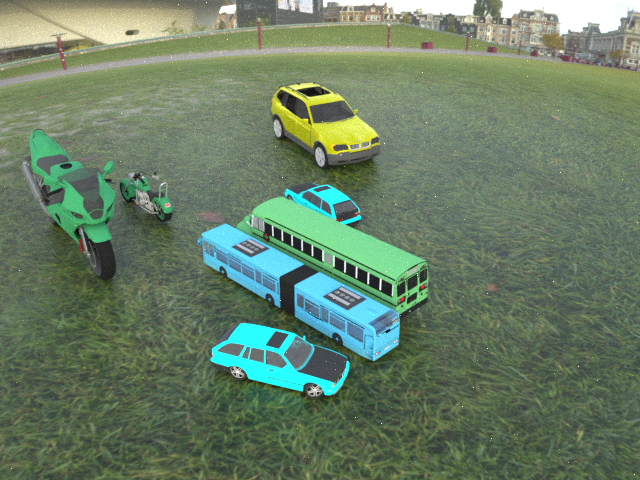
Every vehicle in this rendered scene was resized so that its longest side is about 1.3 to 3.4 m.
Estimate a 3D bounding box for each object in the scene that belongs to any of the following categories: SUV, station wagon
[{"bbox_3d":[0.042,-2.439,14.398,1.276,1.128,3.058,-15,32,-25],"label":"SUV"},{"bbox_3d":[0.015,-0.665,11.820,0.682,0.473,1.597,-18,33,-29],"label":"station wagon"},{"bbox_3d":[-0.455,1.349,8.113,1.597,0.473,0.682,10,30,18],"label":"station wagon"}]

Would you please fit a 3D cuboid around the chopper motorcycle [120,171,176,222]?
[{"bbox_3d":[-2.967,-0.824,11.811,0.466,0.761,1.563,-24,36,-36],"label":"chopper motorcycle"}]

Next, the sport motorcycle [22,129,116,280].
[{"bbox_3d":[-3.725,-0.583,10.493,0.983,1.596,2.955,-18,33,-30],"label":"sport motorcycle"}]

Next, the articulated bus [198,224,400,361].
[{"bbox_3d":[-0.395,0.603,9.393,3.401,0.561,0.605,26,38,38],"label":"articulated bus"}]

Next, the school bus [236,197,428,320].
[{"bbox_3d":[0.016,0.148,9.934,0.709,0.844,3.322,-25,38,-38],"label":"school bus"}]
